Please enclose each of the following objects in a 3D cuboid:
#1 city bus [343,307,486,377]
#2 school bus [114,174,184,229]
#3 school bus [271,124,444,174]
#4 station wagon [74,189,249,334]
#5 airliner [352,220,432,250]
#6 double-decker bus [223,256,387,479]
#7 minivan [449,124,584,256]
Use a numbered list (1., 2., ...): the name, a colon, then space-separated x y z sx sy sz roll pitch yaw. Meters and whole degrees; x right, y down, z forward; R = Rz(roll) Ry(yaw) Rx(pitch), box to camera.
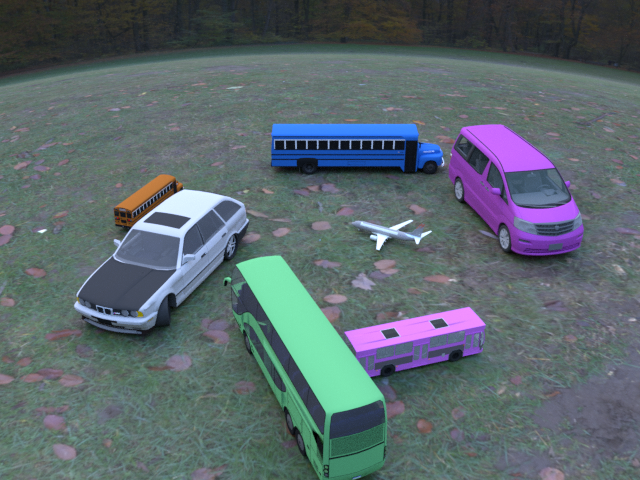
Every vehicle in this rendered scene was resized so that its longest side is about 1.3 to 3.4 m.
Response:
1. city bus: 1.124 1.241 8.348 1.674 0.460 0.476 -9 30 -16
2. school bus: -2.871 -0.700 11.925 0.365 0.434 1.708 10 30 17
3. school bus: 0.724 -1.772 13.460 3.322 0.844 0.709 0 29 0
4. station wagon: -2.147 0.145 9.873 1.327 0.920 3.105 10 30 18
5. airliner: 1.063 -0.210 11.034 1.307 0.429 1.161 17 33 28
6. double-decker bus: -0.266 1.226 7.759 0.756 1.052 3.251 -11 31 -20
7. minivan: 3.151 -0.876 11.452 1.324 1.197 3.011 -6 29 -11
